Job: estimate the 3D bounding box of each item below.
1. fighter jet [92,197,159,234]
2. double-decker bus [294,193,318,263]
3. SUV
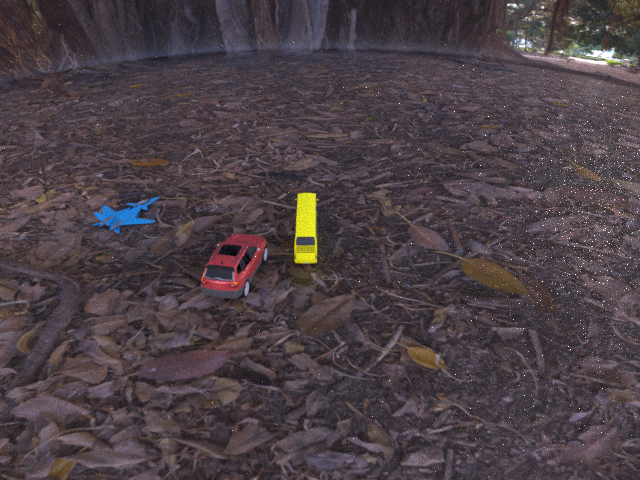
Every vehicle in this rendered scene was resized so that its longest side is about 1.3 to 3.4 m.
[{"bbox_3d":[-3.210,-0.551,11.962,1.147,0.286,1.358,16,33,25],"label":"fighter jet"},{"bbox_3d":[-0.217,-0.230,11.142,0.389,0.541,1.672,0,30,0],"label":"double-decker bus"},{"bbox_3d":[-1.233,0.290,10.189,0.656,0.580,1.572,6,30,10],"label":"SUV"}]
